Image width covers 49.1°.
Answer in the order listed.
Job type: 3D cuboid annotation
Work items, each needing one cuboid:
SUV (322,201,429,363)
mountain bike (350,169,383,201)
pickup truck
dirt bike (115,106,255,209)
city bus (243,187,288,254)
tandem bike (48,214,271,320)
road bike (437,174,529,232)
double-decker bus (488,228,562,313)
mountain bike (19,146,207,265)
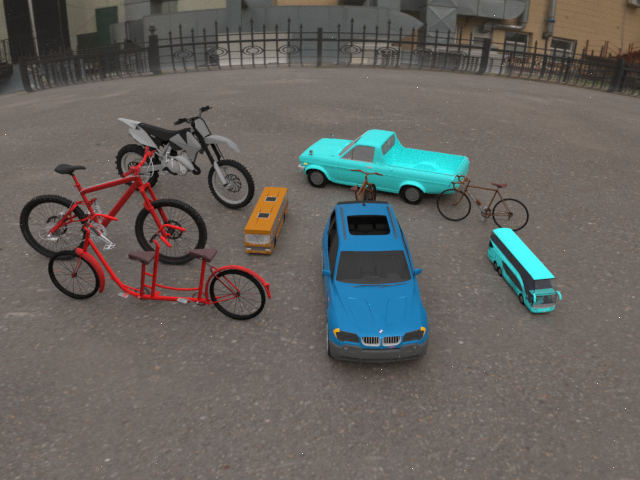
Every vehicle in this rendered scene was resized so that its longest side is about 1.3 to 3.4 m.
[{"bbox_3d":[0.657,0.435,9.346,1.276,1.128,3.058,-1,28,-2],"label":"SUV"},{"bbox_3d":[0.675,-0.643,11.663,0.573,0.868,1.469,12,30,21],"label":"mountain bike"},{"bbox_3d":[1.171,-1.463,13.081,3.117,0.993,1.244,11,30,21],"label":"pickup truck"},{"bbox_3d":[-2.457,-1.488,12.407,2.903,1.666,1.024,12,30,21],"label":"dirt bike"},{"bbox_3d":[-0.858,-0.331,11.509,0.476,0.460,1.674,3,28,6],"label":"city bus"},{"bbox_3d":[-2.196,0.367,9.263,3.192,1.326,0.550,6,28,11],"label":"tandem bike"},{"bbox_3d":[2.698,-0.614,11.626,1.545,0.852,0.358,12,30,21],"label":"road bike"},{"bbox_3d":[2.874,0.427,9.990,0.389,0.541,1.672,-5,28,-9],"label":"double-decker bus"},{"bbox_3d":[-3.103,-0.411,10.349,2.857,1.688,1.114,2,28,4],"label":"mountain bike"}]
